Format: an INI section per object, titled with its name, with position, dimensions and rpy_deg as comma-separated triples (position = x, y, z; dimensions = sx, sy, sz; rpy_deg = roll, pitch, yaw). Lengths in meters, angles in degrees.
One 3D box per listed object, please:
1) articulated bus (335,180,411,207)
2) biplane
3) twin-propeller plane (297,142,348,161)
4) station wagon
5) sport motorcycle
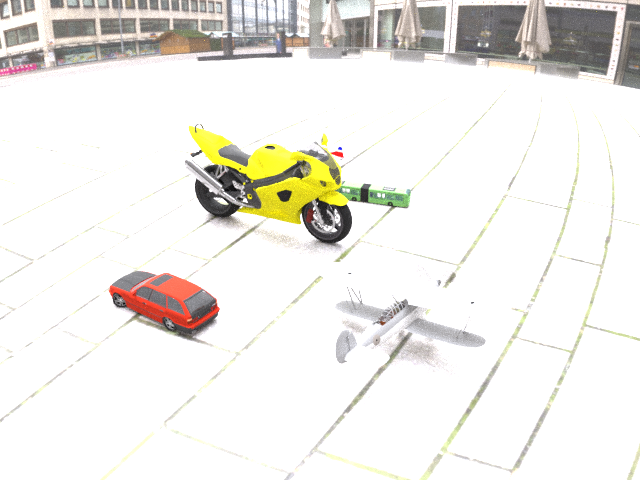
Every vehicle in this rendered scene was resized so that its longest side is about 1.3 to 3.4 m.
[articulated bus]
position = 0.719, -0.847, 12.335
dimensions = 1.749, 0.289, 0.311
rpy_deg = 9, 29, 16
[biplane]
position = 0.823, 0.919, 8.233
dimensions = 2.598, 0.981, 2.120
rpy_deg = 21, 34, 34
[twin-propeller plane]
position = -0.001, -1.747, 13.919
dimensions = 1.095, 0.407, 1.370
rpy_deg = 15, 31, 26
[station wagon]
position = -2.078, 0.712, 9.171
dimensions = 1.597, 0.473, 0.682
rpy_deg = 18, 33, 30
[sport motorcycle]
position = -0.823, -0.912, 11.053
dimensions = 2.955, 1.596, 0.983
rpy_deg = 14, 31, 25
